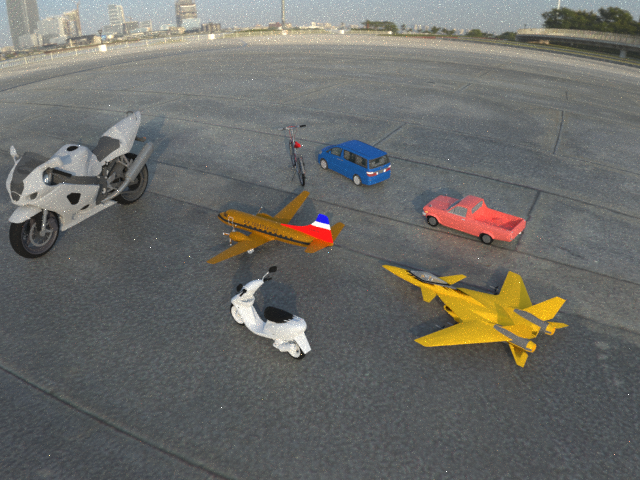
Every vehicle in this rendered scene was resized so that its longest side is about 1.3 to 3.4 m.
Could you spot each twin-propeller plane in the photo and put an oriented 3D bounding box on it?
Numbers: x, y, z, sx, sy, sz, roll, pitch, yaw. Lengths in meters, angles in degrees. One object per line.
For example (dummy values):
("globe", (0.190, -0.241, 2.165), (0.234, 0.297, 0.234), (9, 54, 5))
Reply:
("twin-propeller plane", (-0.724, -0.251, 10.723), (2.129, 0.792, 2.663), (16, 34, 26))

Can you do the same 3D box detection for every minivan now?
("minivan", (0.613, -1.516, 13.087), (0.681, 0.616, 1.548), (-23, 37, -34))

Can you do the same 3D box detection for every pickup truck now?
("pickup truck", (2.459, -0.387, 11.240), (1.603, 0.511, 0.640), (21, 36, 32))

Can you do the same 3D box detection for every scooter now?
("scooter", (-0.652, 0.884, 8.633), (1.399, 0.919, 0.662), (25, 38, 36))

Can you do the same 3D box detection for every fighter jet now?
("fighter jet", (1.857, 0.683, 9.342), (2.640, 0.557, 2.229), (26, 39, 37))

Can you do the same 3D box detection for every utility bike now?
("utility bike", (-0.480, -1.597, 12.898), (0.535, 0.946, 1.435), (-6, 31, -10))

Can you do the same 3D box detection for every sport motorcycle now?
("sport motorcycle", (-3.768, -0.925, 11.086), (0.983, 1.596, 2.955), (15, 33, 24))
